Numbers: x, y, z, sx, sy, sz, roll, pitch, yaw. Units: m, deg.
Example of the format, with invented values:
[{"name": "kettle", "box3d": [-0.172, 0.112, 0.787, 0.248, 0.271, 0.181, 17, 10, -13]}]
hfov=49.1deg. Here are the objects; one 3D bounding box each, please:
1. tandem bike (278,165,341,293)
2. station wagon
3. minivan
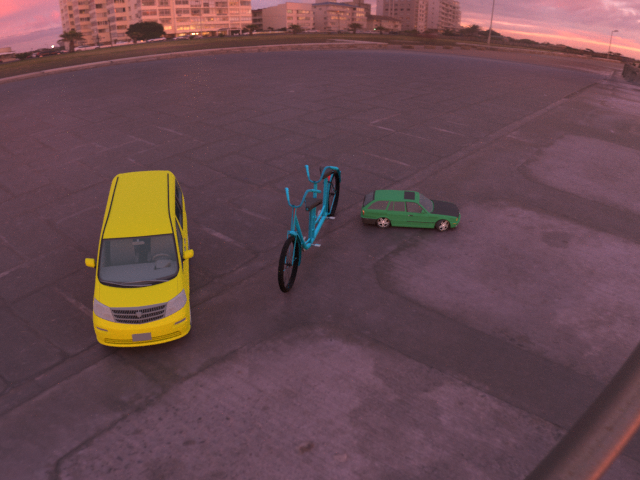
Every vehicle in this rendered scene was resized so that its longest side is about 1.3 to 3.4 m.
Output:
[{"name": "tandem bike", "box3d": [-0.096, -0.464, 10.340, 0.550, 1.326, 3.192, 8, 30, 13]}, {"name": "station wagon", "box3d": [1.467, -0.509, 11.305, 1.597, 0.473, 0.682, 3, 29, 6]}, {"name": "minivan", "box3d": [-2.348, 0.152, 9.353, 1.324, 1.197, 3.011, -5, 29, -9]}]
